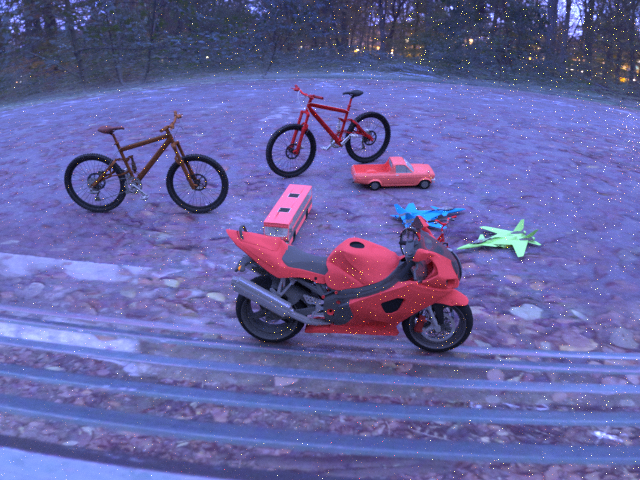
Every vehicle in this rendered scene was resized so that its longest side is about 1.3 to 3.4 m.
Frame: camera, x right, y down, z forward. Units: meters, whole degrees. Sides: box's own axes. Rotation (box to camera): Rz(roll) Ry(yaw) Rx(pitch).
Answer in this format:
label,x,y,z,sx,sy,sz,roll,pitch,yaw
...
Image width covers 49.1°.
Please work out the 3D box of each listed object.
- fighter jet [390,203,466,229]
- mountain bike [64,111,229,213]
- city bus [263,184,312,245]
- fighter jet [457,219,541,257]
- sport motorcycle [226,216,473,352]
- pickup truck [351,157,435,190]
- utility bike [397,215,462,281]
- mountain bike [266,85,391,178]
label,x,y,z,sx,sy,sz,roll,pitch,yaw
fighter jet,1.950,-0.509,12.098,1.358,0.286,1.147,-10,28,-20
mountain bike,-3.010,-1.246,12.011,2.857,1.688,1.114,1,26,1
city bus,-0.512,-0.412,11.702,0.476,0.460,1.674,5,27,11
fighter jet,2.782,-0.033,11.125,1.358,0.286,1.147,-9,27,-17
sport motorcycle,0.365,0.585,8.372,2.955,1.596,0.983,3,26,6
pickup truck,1.401,-1.305,13.472,1.603,0.511,0.640,-2,26,-4
utility bike,1.639,0.031,10.243,0.535,0.946,1.435,-15,30,-28
mountain bike,0.215,-2.204,13.969,2.857,1.688,1.114,-13,29,-25
